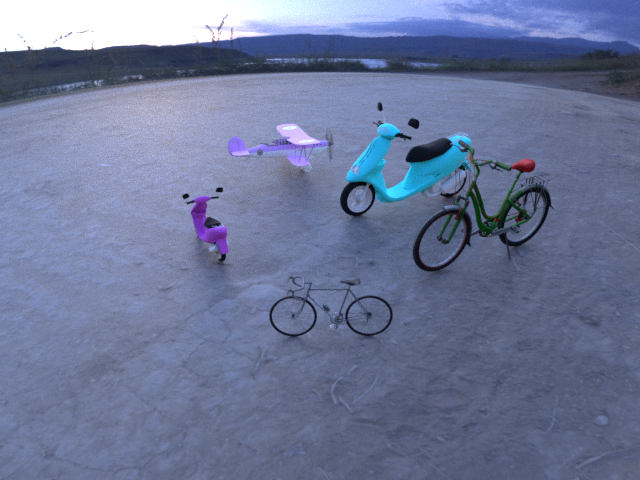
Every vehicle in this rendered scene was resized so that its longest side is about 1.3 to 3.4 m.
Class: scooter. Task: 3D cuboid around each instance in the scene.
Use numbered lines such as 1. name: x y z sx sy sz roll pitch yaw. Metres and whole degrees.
1. scooter: 1.572 -1.431 12.233 2.721 1.786 1.288 -12 29 -23
2. scooter: -1.739 -0.289 10.907 0.662 0.919 1.399 -13 29 -25

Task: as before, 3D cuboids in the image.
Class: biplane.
1. biplane: -0.767 -1.823 13.928 2.120 0.981 2.598 -6 27 -12

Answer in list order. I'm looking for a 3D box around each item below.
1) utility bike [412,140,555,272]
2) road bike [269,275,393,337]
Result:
1. utility bike: 2.578 -0.508 10.314 2.791 1.839 1.039 -15 30 -27
2. road bike: 0.139 0.840 8.709 1.545 0.852 0.358 0 26 -1
